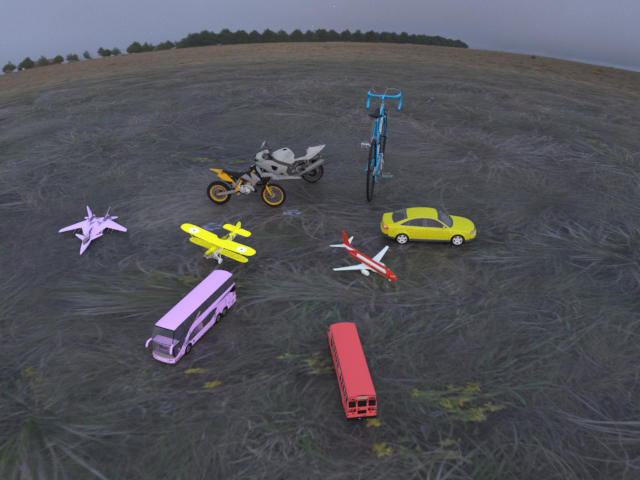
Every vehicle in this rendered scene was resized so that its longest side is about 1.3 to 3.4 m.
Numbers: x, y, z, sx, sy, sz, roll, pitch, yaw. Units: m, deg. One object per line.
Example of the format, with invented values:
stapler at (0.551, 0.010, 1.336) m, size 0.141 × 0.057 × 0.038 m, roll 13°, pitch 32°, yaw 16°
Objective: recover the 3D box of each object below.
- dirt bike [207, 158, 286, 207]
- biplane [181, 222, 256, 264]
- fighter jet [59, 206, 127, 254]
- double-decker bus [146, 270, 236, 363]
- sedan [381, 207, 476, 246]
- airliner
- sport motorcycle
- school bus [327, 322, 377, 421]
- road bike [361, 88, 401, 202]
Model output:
dirt bike at (-1.365, -1.023, 12.870) m, size 1.493 × 0.857 × 0.527 m, roll 3°, pitch 29°, yaw 6°
biplane at (-1.550, 0.043, 11.305) m, size 1.336 × 0.504 × 1.090 m, roll 13°, pitch 32°, yaw 22°
fighter jet at (-3.905, -0.171, 11.919) m, size 1.147 × 0.286 × 1.358 m, roll -1°, pitch 29°, yaw -1°
double-decker bus at (-1.697, 1.028, 9.485) m, size 0.389 × 0.541 × 1.672 m, roll 12°, pitch 31°, yaw 21°
sedan at (1.842, -0.267, 11.887) m, size 1.613 × 0.483 × 0.635 m, roll 2°, pitch 29°, yaw 3°
airliner at (0.753, 0.254, 11.002) m, size 1.161 × 0.429 × 1.307 m, roll -21°, pitch 35°, yaw -33°
sport motorcycle at (-0.651, -1.493, 13.756) m, size 1.520 × 0.821 × 0.506 m, roll -4°, pitch 29°, yaw -7°
school bus at (0.367, 1.531, 8.686) m, size 0.365 × 0.434 × 1.708 m, roll -4°, pitch 29°, yaw -7°
road bike at (1.137, -1.941, 13.705) m, size 0.696 × 1.656 × 3.004 m, roll 5°, pitch 29°, yaw 9°
